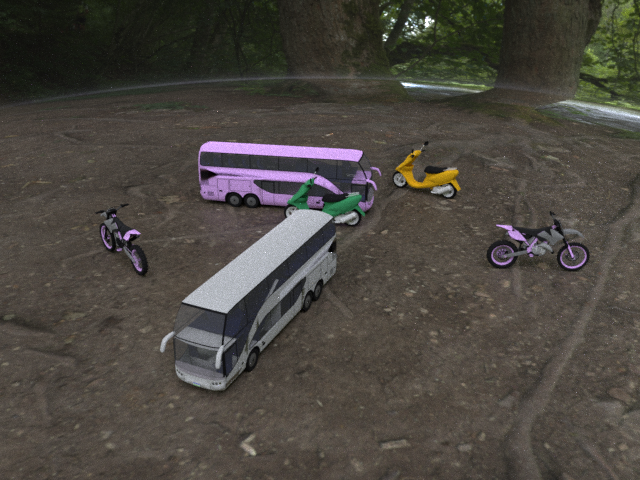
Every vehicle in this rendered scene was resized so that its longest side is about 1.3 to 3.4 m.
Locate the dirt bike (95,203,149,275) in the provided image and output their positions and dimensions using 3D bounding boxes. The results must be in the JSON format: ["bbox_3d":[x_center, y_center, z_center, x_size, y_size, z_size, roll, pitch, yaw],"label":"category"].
[{"bbox_3d":[-2.998,-0.049,10.525,0.527,0.857,1.493,-20,32,-36],"label":"dirt bike"}]

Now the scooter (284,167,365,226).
[{"bbox_3d":[0.067,-0.688,11.802,1.399,0.919,0.662,4,26,9],"label":"scooter"}]

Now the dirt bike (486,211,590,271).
[{"bbox_3d":[3.230,0.054,10.309,1.493,0.857,0.527,2,25,5],"label":"dirt bike"}]

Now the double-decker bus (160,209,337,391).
[{"bbox_3d":[-0.715,0.658,8.807,0.756,1.052,3.251,11,28,22],"label":"double-decker bus"}]

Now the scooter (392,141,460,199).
[{"bbox_3d":[1.988,-1.305,13.102,1.399,0.919,0.662,16,30,31],"label":"scooter"}]

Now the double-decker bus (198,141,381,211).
[{"bbox_3d":[-0.556,-1.130,12.578,3.251,1.052,0.756,5,26,10],"label":"double-decker bus"}]
